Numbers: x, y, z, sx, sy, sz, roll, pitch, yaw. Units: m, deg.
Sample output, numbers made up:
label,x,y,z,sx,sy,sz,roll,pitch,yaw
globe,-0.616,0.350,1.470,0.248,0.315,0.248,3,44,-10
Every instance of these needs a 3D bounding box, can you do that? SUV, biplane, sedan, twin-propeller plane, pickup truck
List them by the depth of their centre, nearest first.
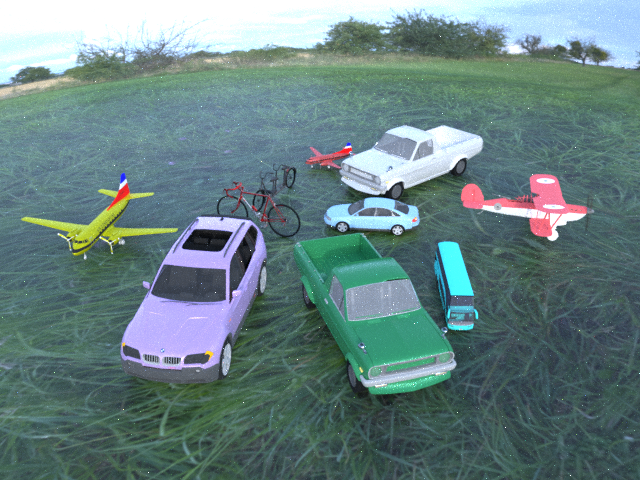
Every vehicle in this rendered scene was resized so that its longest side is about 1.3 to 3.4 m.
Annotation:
label,x,y,z,sx,sy,sz,roll,pitch,yaw
pickup truck,0.581,0.736,9.039,1.244,0.993,3.117,-8,28,-15
SUV,-1.534,0.636,9.086,1.276,1.128,3.058,4,28,8
twin-propeller plane,-3.543,-0.392,11.447,2.663,0.792,2.129,4,28,8
biplane,3.404,-0.561,11.568,2.120,0.981,2.598,6,28,12
sedan,0.877,-0.440,11.877,1.613,0.483,0.635,3,27,6
pickup truck,1.845,-1.682,13.729,3.117,0.993,1.244,-22,35,-36
twin-propeller plane,0.189,-1.757,14.514,1.095,0.407,1.370,-13,30,-23

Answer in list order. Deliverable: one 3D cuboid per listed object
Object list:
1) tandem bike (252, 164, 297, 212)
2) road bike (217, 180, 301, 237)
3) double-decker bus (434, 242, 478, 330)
label,x,y,z,sx,sy,sz,roll,pitch,yaw
tandem bike,-0.821,-1.074,12.889,0.283,0.682,1.642,12,30,23
road bike,-1.036,-0.509,11.609,1.545,0.852,0.358,10,29,19
double-decker bus,1.860,0.630,9.738,0.389,0.541,1.672,1,27,2
